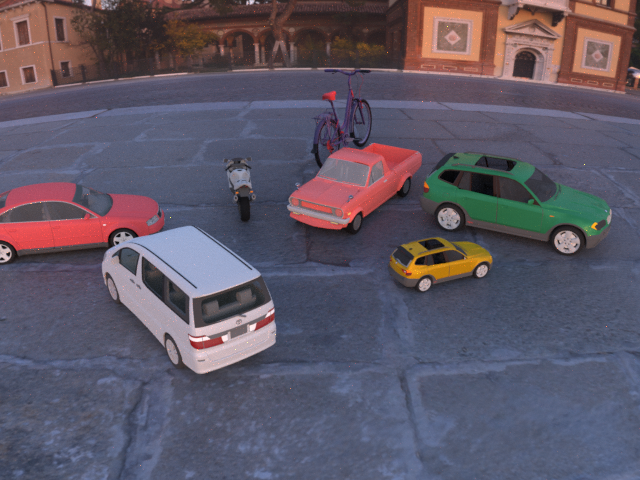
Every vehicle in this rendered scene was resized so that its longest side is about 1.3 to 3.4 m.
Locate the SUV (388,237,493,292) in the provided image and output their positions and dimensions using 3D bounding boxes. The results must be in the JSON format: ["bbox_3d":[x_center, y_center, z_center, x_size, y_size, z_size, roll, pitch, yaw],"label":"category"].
[{"bbox_3d":[1.757,0.272,10.138,1.572,0.580,0.656,-11,28,-22],"label":"SUV"}]

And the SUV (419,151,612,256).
[{"bbox_3d":[3.180,-0.692,11.470,3.058,1.128,1.276,13,29,24],"label":"SUV"}]

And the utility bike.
[{"bbox_3d":[0.404,-2.590,14.508,1.039,1.839,2.791,13,29,24],"label":"utility bike"}]

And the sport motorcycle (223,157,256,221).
[{"bbox_3d":[-1.392,-0.928,12.294,0.506,0.821,1.520,-5,27,-10],"label":"sport motorcycle"}]

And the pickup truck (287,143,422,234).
[{"bbox_3d":[0.700,-1.100,12.448,1.244,0.993,3.117,15,30,28],"label":"pickup truck"}]

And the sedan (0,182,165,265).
[{"bbox_3d":[-4.067,-0.377,11.047,3.137,0.940,1.235,-6,27,-12],"label":"sedan"}]

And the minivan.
[{"bbox_3d":[-1.796,0.518,8.946,1.324,1.197,3.011,-18,32,-33],"label":"minivan"}]
